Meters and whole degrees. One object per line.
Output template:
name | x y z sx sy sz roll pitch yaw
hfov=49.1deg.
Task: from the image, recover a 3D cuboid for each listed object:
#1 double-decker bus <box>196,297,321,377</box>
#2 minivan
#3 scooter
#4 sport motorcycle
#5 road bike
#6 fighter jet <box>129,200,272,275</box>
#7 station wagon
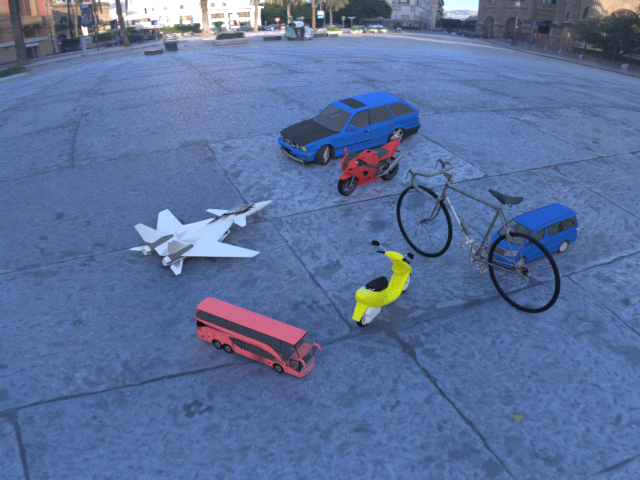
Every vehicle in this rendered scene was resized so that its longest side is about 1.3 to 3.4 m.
double-decker bus | -0.802 1.212 8.727 1.672 0.541 0.389 16 34 26
minivan | 3.294 -0.076 10.874 1.548 0.616 0.681 -17 34 -27
scooter | 0.879 0.555 9.484 0.662 0.919 1.399 21 36 31
sport motorcycle | 0.912 -1.350 12.867 1.520 0.821 0.506 -23 37 -34
road bike | 2.155 -0.132 9.933 0.697 1.656 3.004 -22 37 -33
fighter jet | -1.693 -0.332 11.373 2.229 0.557 2.640 23 37 34
station wagon | 0.616 -2.408 14.593 3.105 0.920 1.327 -19 35 -29
